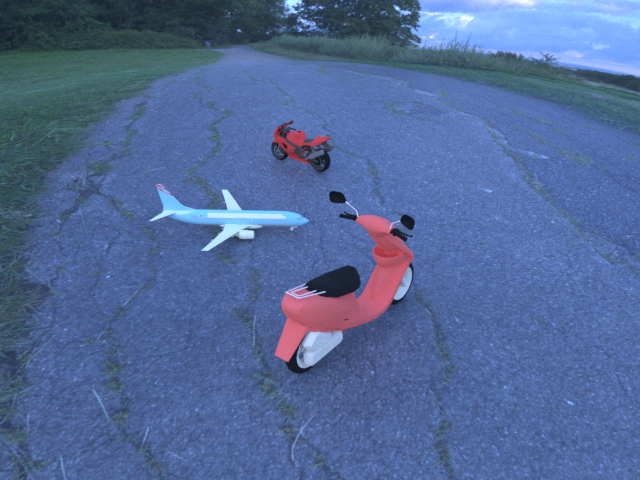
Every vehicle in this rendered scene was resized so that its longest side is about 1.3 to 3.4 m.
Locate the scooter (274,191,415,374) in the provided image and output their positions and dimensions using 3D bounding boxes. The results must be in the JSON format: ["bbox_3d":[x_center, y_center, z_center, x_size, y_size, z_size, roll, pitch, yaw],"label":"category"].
[{"bbox_3d":[0.423,0.455,8.747,1.288,1.786,2.721,22,35,34],"label":"scooter"}]

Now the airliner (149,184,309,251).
[{"bbox_3d":[-1.456,-0.533,11.584,2.541,0.835,2.257,0,28,1],"label":"airliner"}]

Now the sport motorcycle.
[{"bbox_3d":[-0.395,-1.887,14.113,1.520,0.821,0.506,20,34,32],"label":"sport motorcycle"}]
